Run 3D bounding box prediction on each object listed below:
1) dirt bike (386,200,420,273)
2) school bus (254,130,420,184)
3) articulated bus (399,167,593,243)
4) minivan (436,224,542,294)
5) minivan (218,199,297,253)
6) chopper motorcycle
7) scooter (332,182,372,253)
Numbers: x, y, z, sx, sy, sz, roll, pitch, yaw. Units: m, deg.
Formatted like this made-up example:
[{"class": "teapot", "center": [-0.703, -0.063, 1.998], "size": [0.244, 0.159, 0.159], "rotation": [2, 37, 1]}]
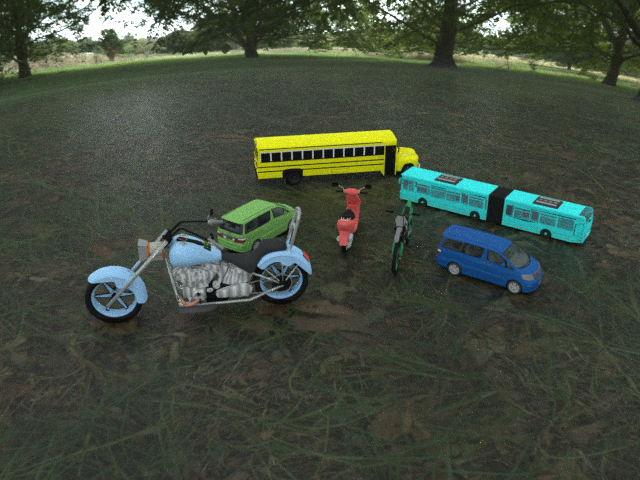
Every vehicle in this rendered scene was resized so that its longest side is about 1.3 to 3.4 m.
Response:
[{"class": "dirt bike", "center": [1.298, -0.121, 10.938], "size": [0.527, 0.857, 1.493], "rotation": [7, 28, 14]}, {"class": "school bus", "center": [0.359, -1.678, 13.958], "size": [3.322, 0.844, 0.709], "rotation": [-5, 28, -9]}, {"class": "articulated bus", "center": [2.981, -0.653, 12.287], "size": [3.401, 0.561, 0.605], "rotation": [17, 32, 30]}, {"class": "minivan", "center": [2.539, 0.269, 10.449], "size": [1.548, 0.616, 0.681], "rotation": [17, 32, 30]}, {"class": "minivan", "center": [-0.999, -0.315, 11.576], "size": [0.681, 0.616, 1.548], "rotation": [18, 32, 30]}, {"class": "chopper motorcycle", "center": [-1.622, 0.329, 9.393], "size": [3.040, 1.480, 0.906], "rotation": [-4, 28, -8]}, {"class": "scooter", "center": [0.486, -0.442, 11.492], "size": [0.662, 0.919, 1.399], "rotation": [5, 28, 9]}]
